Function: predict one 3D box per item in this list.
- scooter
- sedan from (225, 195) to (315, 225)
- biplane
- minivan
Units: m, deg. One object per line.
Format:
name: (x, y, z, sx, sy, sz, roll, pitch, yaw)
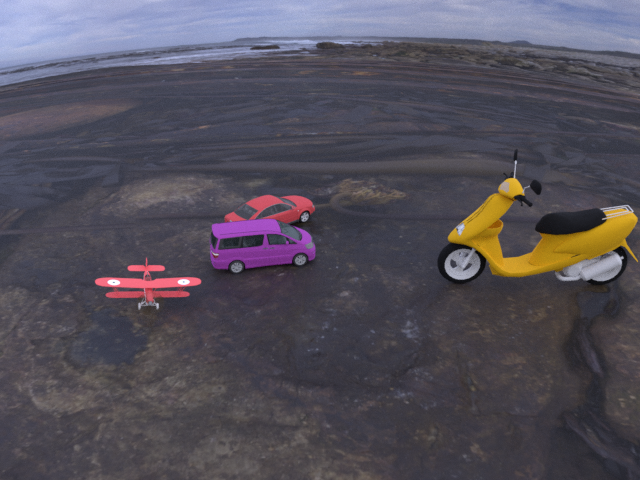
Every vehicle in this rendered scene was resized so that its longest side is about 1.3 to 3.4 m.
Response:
scooter: (2.996, -0.180, 9.471, 2.721, 1.786, 1.288, 1, 28, 1)
sedan: (-0.796, -0.461, 11.394, 1.613, 0.483, 0.635, -22, 35, -35)
biplane: (-2.278, 0.598, 9.372, 1.336, 0.504, 1.090, -7, 29, -14)
minivan: (-0.840, 0.041, 10.304, 1.548, 0.616, 0.681, -6, 29, -12)
